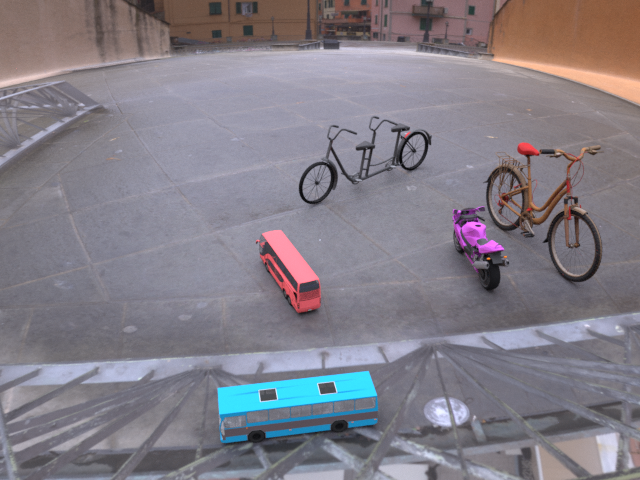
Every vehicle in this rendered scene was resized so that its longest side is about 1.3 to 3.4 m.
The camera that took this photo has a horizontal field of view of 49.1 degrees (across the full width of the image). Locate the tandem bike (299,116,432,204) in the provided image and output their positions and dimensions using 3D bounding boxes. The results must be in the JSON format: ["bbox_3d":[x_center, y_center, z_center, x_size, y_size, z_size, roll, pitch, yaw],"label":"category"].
[{"bbox_3d":[0.896,-1.581,12.564,3.192,1.326,0.550,-21,36,-33],"label":"tandem bike"}]

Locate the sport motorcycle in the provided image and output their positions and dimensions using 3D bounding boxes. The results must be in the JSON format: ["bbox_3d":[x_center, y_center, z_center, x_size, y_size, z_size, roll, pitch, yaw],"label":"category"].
[{"bbox_3d":[2.271,0.074,10.153,0.506,0.821,1.520,-6,30,-10],"label":"sport motorcycle"}]

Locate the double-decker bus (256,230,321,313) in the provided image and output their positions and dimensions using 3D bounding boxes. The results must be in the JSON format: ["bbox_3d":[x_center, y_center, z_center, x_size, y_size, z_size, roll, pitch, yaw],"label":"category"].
[{"bbox_3d":[-0.457,0.394,9.873,0.389,0.541,1.672,-12,32,-20],"label":"double-decker bus"}]

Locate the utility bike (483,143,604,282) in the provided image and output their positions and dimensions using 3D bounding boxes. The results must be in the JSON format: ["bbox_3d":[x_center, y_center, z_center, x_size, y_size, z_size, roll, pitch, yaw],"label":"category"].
[{"bbox_3d":[3.373,-0.682,10.455,1.039,1.839,2.791,-11,31,-19],"label":"utility bike"}]

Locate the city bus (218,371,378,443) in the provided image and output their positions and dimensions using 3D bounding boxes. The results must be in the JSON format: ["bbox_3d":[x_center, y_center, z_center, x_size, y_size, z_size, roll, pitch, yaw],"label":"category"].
[{"bbox_3d":[-0.241,1.795,7.482,1.674,0.460,0.476,-5,30,-8],"label":"city bus"}]
